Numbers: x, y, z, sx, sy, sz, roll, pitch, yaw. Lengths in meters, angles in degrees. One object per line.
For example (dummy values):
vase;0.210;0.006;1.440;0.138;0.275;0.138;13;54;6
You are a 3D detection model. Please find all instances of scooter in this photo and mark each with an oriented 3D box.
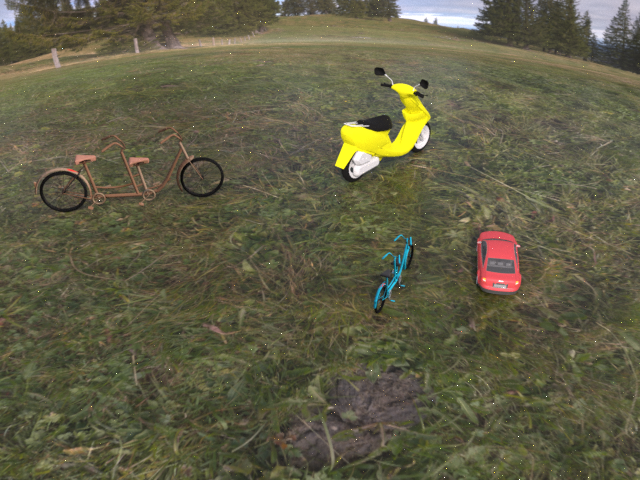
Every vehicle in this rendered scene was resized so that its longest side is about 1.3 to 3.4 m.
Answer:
scooter;1.297;-2.217;13.300;1.288;1.786;2.721;27;40;37

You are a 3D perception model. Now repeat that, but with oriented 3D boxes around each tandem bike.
tandem bike;1.067;0.417;9.930;0.283;0.682;1.642;13;33;21
tandem bike;-3.264;-1.196;12.025;3.192;1.326;0.550;-7;31;-12

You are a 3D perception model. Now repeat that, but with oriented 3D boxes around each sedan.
sedan;2.651;0.252;10.405;0.635;0.483;1.613;5;31;9
